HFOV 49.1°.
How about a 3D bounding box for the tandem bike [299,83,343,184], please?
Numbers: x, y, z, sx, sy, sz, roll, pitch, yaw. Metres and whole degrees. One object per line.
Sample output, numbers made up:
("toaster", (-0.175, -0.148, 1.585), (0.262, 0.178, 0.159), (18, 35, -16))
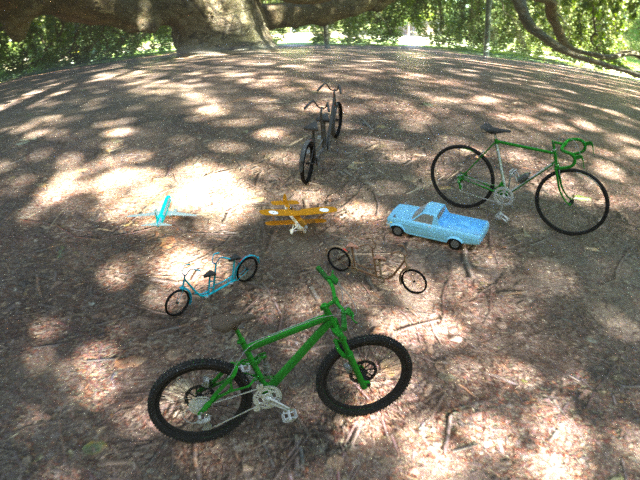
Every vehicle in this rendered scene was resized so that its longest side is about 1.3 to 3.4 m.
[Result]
("tandem bike", (0.051, -2.213, 13.795), (0.550, 1.326, 3.192), (8, 31, 13))

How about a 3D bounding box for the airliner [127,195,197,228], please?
("airliner", (-2.659, -0.561, 11.831), (1.161, 0.429, 1.307), (-1, 30, -1))

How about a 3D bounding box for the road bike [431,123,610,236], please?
("road bike", (3.221, -1.055, 11.461), (3.004, 1.656, 0.697), (17, 34, 27))

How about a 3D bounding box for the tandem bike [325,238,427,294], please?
("tandem bike", (0.789, 0.309, 10.073), (1.642, 0.682, 0.283), (16, 34, 26))

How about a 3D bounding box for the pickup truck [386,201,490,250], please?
("pickup truck", (1.889, -0.287, 11.276), (1.603, 0.511, 0.640), (14, 33, 22))

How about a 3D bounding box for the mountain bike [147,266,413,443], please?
("mountain bike", (-0.376, 1.326, 7.308), (2.857, 1.688, 1.114), (-6, 31, -11))

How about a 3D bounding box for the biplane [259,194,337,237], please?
("biplane", (-0.402, -0.424, 11.521), (1.336, 0.504, 1.090), (-12, 32, -20))

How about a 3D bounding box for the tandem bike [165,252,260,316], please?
("tandem bike", (-1.474, 0.509, 9.727), (1.642, 0.682, 0.283), (-26, 39, -37))
